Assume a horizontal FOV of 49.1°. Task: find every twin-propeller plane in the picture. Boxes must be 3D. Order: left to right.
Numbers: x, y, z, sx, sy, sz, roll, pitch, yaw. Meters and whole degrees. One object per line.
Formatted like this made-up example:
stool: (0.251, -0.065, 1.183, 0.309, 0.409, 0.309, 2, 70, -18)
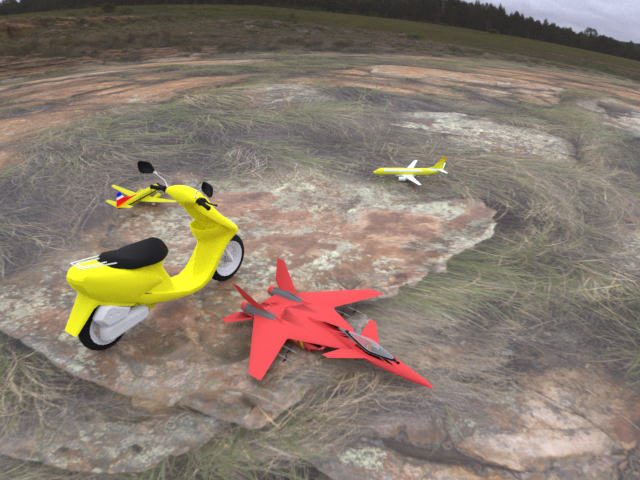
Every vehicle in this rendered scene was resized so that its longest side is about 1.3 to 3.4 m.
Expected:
twin-propeller plane: (-2.959, -0.759, 11.483, 1.370, 0.407, 1.095, 14, 31, 25)

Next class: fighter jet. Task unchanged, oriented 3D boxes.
fighter jet: (0.176, 0.998, 8.007, 2.640, 0.557, 2.229, 22, 35, 35)

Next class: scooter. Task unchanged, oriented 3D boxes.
scooter: (-1.896, 0.109, 8.372, 1.288, 1.786, 2.721, 20, 34, 33)

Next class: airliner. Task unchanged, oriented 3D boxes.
airliner: (1.607, -1.306, 12.489, 1.307, 0.429, 1.161, 2, 28, 3)
